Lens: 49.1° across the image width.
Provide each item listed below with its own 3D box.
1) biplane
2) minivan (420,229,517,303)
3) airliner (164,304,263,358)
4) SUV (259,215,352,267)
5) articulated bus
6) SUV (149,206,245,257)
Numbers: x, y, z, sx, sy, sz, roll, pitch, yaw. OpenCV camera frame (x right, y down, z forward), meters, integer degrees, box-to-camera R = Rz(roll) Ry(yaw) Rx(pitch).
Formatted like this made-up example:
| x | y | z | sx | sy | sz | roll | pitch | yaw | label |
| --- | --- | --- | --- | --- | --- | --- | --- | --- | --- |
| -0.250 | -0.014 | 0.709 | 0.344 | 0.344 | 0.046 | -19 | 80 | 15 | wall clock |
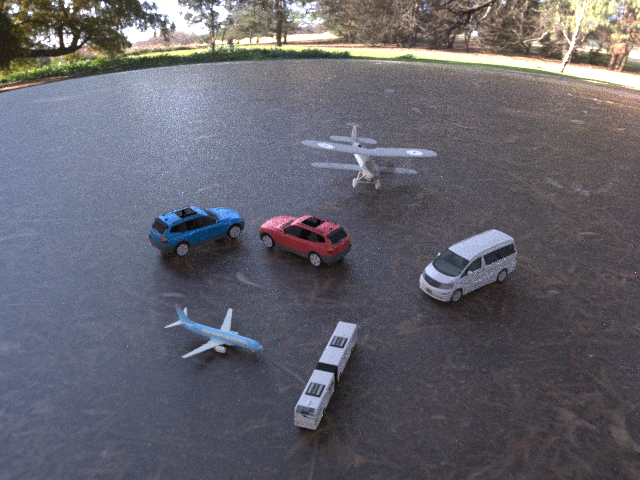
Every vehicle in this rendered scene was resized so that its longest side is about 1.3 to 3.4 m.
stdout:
| x | y | z | sx | sy | sz | roll | pitch | yaw | label |
| --- | --- | --- | --- | --- | --- | --- | --- | --- | --- |
| 0.885 | -1.606 | 13.429 | 2.598 | 0.981 | 2.120 | -5 | 29 | -10 | biplane |
| 2.168 | 0.361 | 10.200 | 1.548 | 0.616 | 0.681 | -19 | 34 | -30 | minivan |
| -1.313 | 1.136 | 8.971 | 1.307 | 0.429 | 1.161 | 12 | 31 | 21 | airliner |
| -0.250 | -0.091 | 11.066 | 1.572 | 0.580 | 0.656 | 20 | 34 | 32 | SUV |
| 0.105 | 1.562 | 8.336 | 0.311 | 0.289 | 1.749 | 9 | 30 | 16 | articulated bus |
| -1.985 | -0.242 | 11.343 | 1.572 | 0.580 | 0.656 | -21 | 35 | -33 | SUV |
